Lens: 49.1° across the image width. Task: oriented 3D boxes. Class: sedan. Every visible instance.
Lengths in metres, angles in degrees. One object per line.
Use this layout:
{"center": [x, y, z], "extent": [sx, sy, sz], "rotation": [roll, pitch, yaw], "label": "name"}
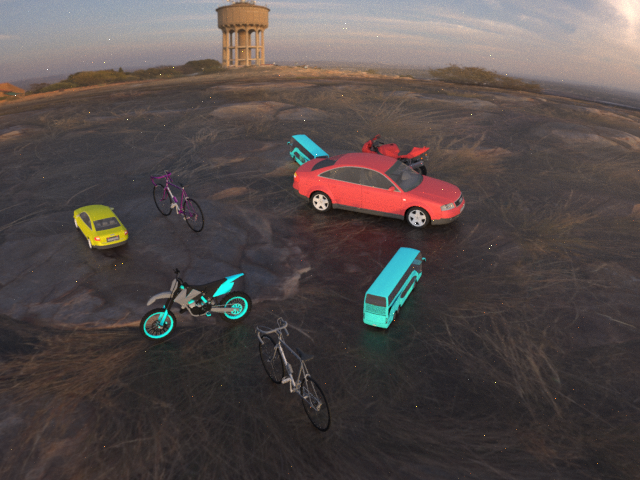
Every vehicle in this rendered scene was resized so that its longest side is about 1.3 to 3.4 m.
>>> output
{"center": [1.041, -0.997, 12.608], "extent": [3.137, 0.940, 1.235], "rotation": [11, 28, 21], "label": "sedan"}
{"center": [-3.688, -0.304, 11.701], "extent": [0.635, 0.483, 1.613], "rotation": [-15, 30, -28], "label": "sedan"}

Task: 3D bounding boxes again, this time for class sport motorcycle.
{"center": [1.446, -1.608, 14.002], "extent": [1.520, 0.821, 0.506], "rotation": [12, 29, 24], "label": "sport motorcycle"}

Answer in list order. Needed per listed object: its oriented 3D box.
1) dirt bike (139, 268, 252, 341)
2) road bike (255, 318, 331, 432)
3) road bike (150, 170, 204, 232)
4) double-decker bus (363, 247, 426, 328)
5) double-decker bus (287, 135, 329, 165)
{"center": [-1.582, 0.811, 8.975], "extent": [1.493, 0.857, 0.527], "rotation": [-12, 28, -23], "label": "dirt bike"}
{"center": [-0.303, 1.442, 7.681], "extent": [0.358, 0.852, 1.545], "rotation": [-15, 30, -29], "label": "road bike"}
{"center": [-2.460, -0.678, 12.050], "extent": [0.358, 0.852, 1.545], "rotation": [-23, 34, -39], "label": "road bike"}
{"center": [1.049, 0.615, 9.740], "extent": [0.389, 0.541, 1.672], "rotation": [11, 28, 21], "label": "double-decker bus"}
{"center": [-0.242, -1.767, 14.651], "extent": [0.389, 0.541, 1.672], "rotation": [-9, 27, -18], "label": "double-decker bus"}
